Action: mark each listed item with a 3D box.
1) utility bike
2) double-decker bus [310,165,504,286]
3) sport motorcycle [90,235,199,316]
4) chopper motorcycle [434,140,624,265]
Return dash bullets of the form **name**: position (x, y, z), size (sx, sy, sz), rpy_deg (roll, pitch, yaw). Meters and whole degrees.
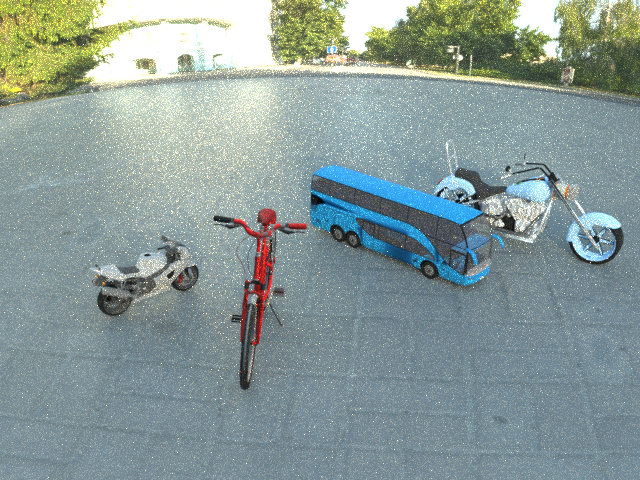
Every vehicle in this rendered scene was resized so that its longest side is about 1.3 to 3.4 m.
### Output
- **utility bike**: position (-0.653, 0.419, 8.445), size (1.039, 1.839, 2.791), rpy_deg (1, 26, 2)
- **double-decker bus**: position (1.197, -0.262, 10.758), size (3.251, 1.052, 0.756), rpy_deg (22, 34, 38)
- **sport motorcycle**: position (-2.332, 0.485, 9.479), size (1.520, 0.821, 0.506), rpy_deg (-19, 32, -34)
- **chopper motorcycle**: position (3.223, -0.622, 11.012), size (3.040, 1.480, 0.906), rpy_deg (16, 30, 30)
